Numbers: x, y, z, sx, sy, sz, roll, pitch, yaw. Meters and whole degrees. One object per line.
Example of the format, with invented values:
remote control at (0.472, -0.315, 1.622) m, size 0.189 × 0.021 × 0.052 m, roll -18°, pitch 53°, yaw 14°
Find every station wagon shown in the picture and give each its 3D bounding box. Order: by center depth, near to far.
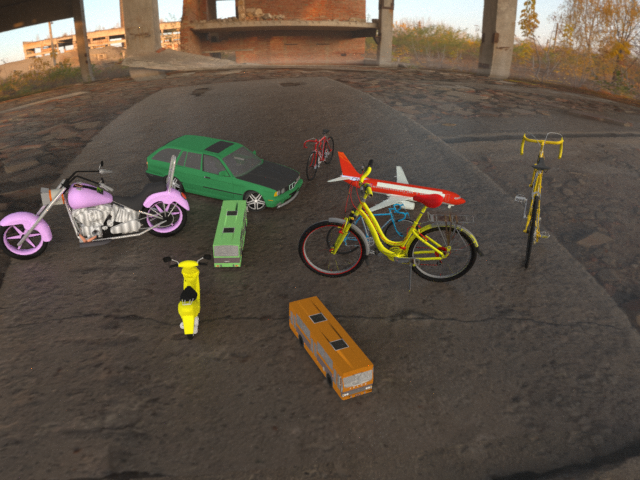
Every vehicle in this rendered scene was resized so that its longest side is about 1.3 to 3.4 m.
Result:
station wagon at (-1.861, -1.375, 13.570) m, size 3.105 × 0.920 × 1.327 m, roll 13°, pitch 31°, yaw 23°

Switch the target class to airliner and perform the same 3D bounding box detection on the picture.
airliner at (1.492, -1.119, 13.182) m, size 2.541 × 0.835 × 2.257 m, roll 10°, pitch 30°, yaw 18°

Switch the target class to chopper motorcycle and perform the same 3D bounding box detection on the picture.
chopper motorcycle at (-3.680, -0.540, 11.415) m, size 3.040 × 1.480 × 0.906 m, roll -8°, pitch 29°, yaw -15°

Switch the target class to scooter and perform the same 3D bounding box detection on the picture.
scooter at (-1.807, 0.695, 9.700) m, size 0.662 × 0.919 × 1.399 m, roll -3°, pitch 28°, yaw -6°

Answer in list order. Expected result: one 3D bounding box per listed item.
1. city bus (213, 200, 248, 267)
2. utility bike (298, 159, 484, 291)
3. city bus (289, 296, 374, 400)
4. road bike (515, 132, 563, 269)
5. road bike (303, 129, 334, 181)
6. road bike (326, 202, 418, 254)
city bus at (-1.479, -0.107, 11.688) m, size 0.476 × 0.460 × 1.674 m, roll -1°, pitch 28°, yaw -1°
utility bike at (1.049, -0.122, 10.253) m, size 2.791 × 1.839 × 1.039 m, roll 2°, pitch 28°, yaw 4°
city bus at (0.106, 1.356, 8.952) m, size 0.476 × 0.460 × 1.674 m, roll -12°, pitch 30°, yaw -21°
road bike at (3.584, -0.759, 11.638) m, size 0.696 × 1.656 × 3.004 m, roll 8°, pitch 29°, yaw 15°
road bike at (0.016, -1.810, 14.455) m, size 0.358 × 0.852 × 1.545 m, roll 10°, pitch 30°, yaw 19°
road bike at (0.870, -0.170, 11.389) m, size 1.545 × 0.852 × 0.358 m, roll -3°, pitch 28°, yaw -6°
